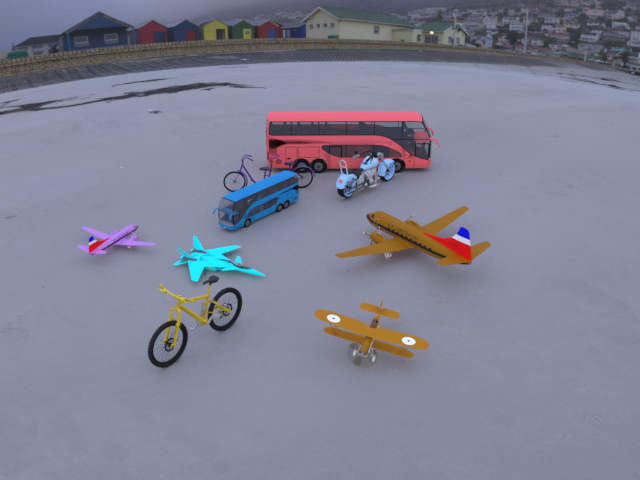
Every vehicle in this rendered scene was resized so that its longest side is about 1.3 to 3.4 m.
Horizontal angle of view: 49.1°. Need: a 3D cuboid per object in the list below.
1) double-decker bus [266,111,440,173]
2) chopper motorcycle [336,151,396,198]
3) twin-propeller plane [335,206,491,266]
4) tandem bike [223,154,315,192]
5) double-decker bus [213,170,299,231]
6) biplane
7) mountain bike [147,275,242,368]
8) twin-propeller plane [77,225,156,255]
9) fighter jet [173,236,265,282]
[{"bbox_3d":[0.599,-1.882,13.336,3.251,1.052,0.756,0,27,0],"label":"double-decker bus"},{"bbox_3d":[0.843,-1.250,12.423,0.466,0.761,1.563,22,34,36],"label":"chopper motorcycle"},{"bbox_3d":[1.397,-0.129,10.207,2.663,0.792,2.129,-20,33,-33],"label":"twin-propeller plane"},{"bbox_3d":[-0.896,-1.198,12.409,1.642,0.682,0.283,-4,28,-9],"label":"tandem bike"},{"bbox_3d":[-1.004,-0.648,11.492,0.389,0.541,1.672,21,34,35],"label":"double-decker bus"},{"bbox_3d":[0.628,1.070,8.187,1.336,0.504,1.090,8,28,15],"label":"biplane"},{"bbox_3d":[-1.439,0.874,8.172,0.573,0.868,1.469,19,33,33],"label":"mountain bike"},{"bbox_3d":[-3.086,-0.053,10.481,1.370,0.407,1.095,12,30,22],"label":"twin-propeller plane"},{"bbox_3d":[-1.369,0.284,9.956,1.358,0.286,1.147,13,30,23],"label":"fighter jet"}]
